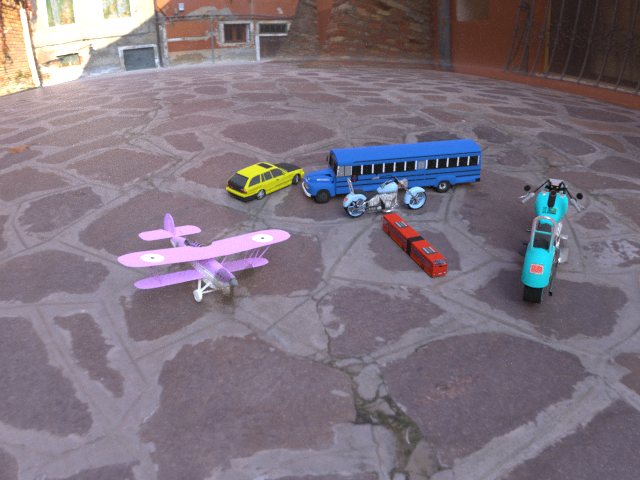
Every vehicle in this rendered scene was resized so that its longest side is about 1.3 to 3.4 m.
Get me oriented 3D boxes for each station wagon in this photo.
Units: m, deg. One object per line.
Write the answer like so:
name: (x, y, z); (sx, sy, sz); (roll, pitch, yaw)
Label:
station wagon: (-1.007, -1.198, 13.217); (0.682, 0.473, 1.597); (24, 36, 37)

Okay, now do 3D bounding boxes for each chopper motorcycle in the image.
chopper motorcycle: (1.143, -0.809, 12.189); (1.563, 0.761, 0.466); (-10, 30, -17)
chopper motorcycle: (3.384, -0.248, 10.382); (0.906, 1.480, 3.040); (11, 30, 19)

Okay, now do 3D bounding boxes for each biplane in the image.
biplane: (-1.715, 0.218, 10.042); (2.598, 0.981, 2.120); (-20, 34, -33)

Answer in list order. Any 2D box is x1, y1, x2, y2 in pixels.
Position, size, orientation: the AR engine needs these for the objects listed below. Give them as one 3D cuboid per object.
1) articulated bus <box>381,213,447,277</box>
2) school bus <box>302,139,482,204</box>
articulated bus: (1.469, 0.053, 11.081); (0.311, 0.289, 1.749); (-10, 30, -18)
school bus: (1.327, -1.310, 13.034); (3.322, 0.844, 0.709); (-6, 29, -11)
